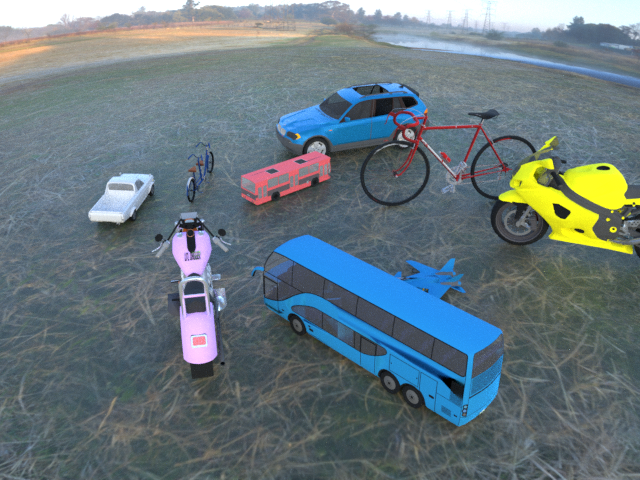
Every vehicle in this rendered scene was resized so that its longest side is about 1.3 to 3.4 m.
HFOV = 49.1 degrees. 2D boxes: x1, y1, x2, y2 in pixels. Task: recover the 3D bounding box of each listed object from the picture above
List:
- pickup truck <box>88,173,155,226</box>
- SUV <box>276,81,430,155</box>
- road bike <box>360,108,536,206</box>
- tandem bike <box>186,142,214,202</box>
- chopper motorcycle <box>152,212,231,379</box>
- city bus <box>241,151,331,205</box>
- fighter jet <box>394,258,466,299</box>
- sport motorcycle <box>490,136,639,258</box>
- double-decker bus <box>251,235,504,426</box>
[{"bbox_3d":[-3.222,-0.733,11.461,0.640,0.511,1.603,3,29,5],"label":"pickup truck"},{"bbox_3d":[0.648,-2.398,13.801,3.058,1.128,1.276,-11,31,-18],"label":"SUV"},{"bbox_3d":[2.142,-1.348,11.386,3.004,1.656,0.697,-3,29,-6],"label":"road bike"},{"bbox_3d":[-2.088,-1.238,12.186,0.283,0.682,1.642,4,29,6],"label":"tandem bike"},{"bbox_3d":[-1.527,0.361,8.514,0.906,1.480,3.040,-5,30,-10],"label":"chopper motorcycle"},{"bbox_3d":[-0.566,-1.065,12.104,1.674,0.460,0.476,-23,37,-35],"label":"city bus"},{"bbox_3d":[1.236,0.517,9.457,1.358,0.286,1.147,-4,29,-6],"label":"fighter jet"},{"bbox_3d":[3.942,-0.459,9.859,2.955,1.596,0.983,10,31,18],"label":"sport motorcycle"},{"bbox_3d":[0.542,0.887,8.013,0.756,1.052,3.251,-26,38,-38],"label":"double-decker bus"}]
